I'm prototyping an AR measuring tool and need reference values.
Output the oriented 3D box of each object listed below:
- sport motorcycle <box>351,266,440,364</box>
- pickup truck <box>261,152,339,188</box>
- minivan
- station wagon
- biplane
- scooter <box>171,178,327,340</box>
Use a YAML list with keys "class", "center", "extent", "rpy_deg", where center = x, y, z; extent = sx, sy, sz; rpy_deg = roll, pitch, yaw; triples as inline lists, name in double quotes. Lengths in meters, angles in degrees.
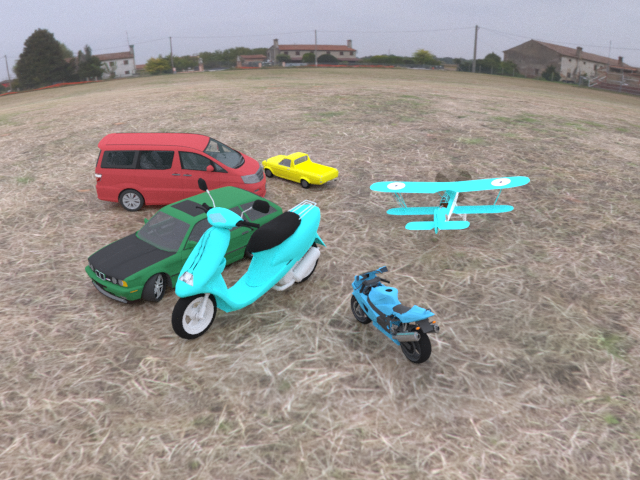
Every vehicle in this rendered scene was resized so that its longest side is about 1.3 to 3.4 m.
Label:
- class: "sport motorcycle"
  center: [0.851, 0.895, 8.579]
  extent: [0.506, 0.821, 1.520]
  rpy_deg: [-16, 30, -30]
- class: "pickup truck"
  center: [-0.413, -1.427, 13.852]
  extent: [1.603, 0.511, 0.640]
  rpy_deg: [19, 31, 35]
- class: "minivan"
  center: [-2.498, -1.279, 12.736]
  extent: [3.011, 1.197, 1.324]
  rpy_deg: [0, 25, 0]
- class: "station wagon"
  center: [-1.953, -0.048, 10.458]
  extent: [1.327, 0.920, 3.105]
  rpy_deg: [22, 33, 38]
- class: "biplane"
  center: [2.009, -0.551, 11.449]
  extent: [2.598, 0.981, 2.120]
  rpy_deg: [8, 26, 16]
- class: "scooter"
  center: [-0.881, 0.084, 9.165]
  extent: [1.288, 1.786, 2.721]
  rpy_deg: [21, 32, 37]
